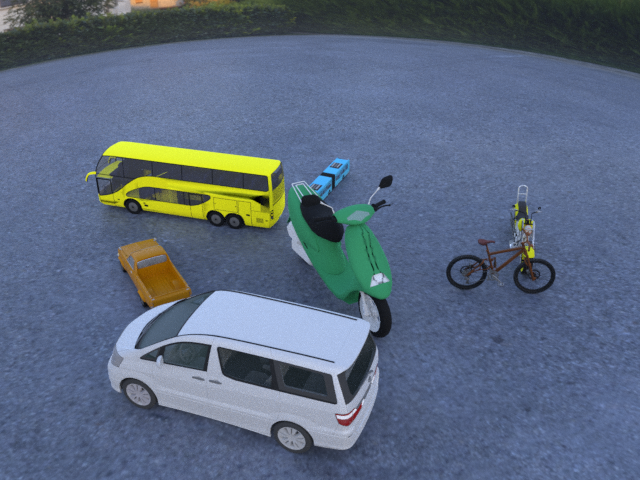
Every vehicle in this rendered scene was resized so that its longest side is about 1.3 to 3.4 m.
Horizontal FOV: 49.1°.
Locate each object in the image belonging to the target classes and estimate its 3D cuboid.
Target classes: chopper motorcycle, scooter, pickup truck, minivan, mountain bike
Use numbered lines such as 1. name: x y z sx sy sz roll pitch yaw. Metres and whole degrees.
1. chopper motorcycle: 3.046 -0.168 10.437 0.466 0.761 1.563 4 32 7
2. scooter: 0.210 -0.051 9.259 1.288 1.786 2.721 -15 34 -23
3. pickup truck: -2.324 0.418 9.714 0.640 0.511 1.603 -17 35 -25
4. minivan: -0.889 1.274 7.647 3.011 1.197 1.324 11 33 17
5. mountain bike: 2.469 0.338 9.502 1.469 0.868 0.573 3 31 5

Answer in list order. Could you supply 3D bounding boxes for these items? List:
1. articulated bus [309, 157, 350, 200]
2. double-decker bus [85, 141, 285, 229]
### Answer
1. articulated bus: 0.085 -0.981 12.227 0.311 0.289 1.749 13 34 20
2. double-decker bus: -2.177 -0.915 11.384 3.251 1.052 0.756 8 32 14
